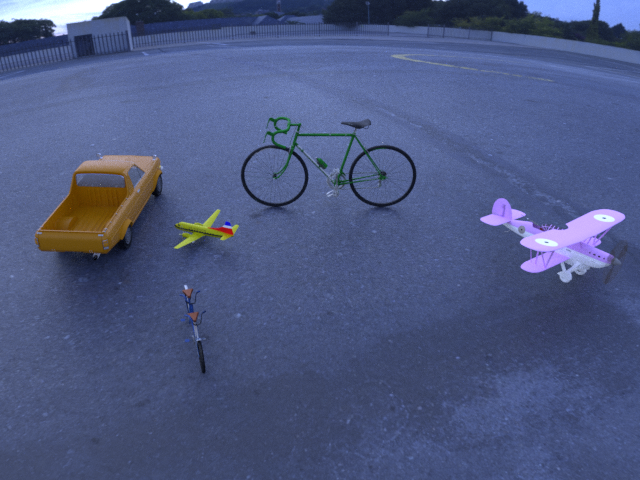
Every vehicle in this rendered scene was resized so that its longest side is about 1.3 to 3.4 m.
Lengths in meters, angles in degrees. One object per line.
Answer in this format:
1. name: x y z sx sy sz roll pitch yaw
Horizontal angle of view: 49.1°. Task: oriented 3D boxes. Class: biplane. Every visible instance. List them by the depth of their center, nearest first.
1. biplane: 3.454 -0.038 10.365 2.598 0.981 2.120 -25 39 -36

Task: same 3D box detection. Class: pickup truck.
1. pickup truck: -3.535 -0.720 11.524 1.244 0.993 3.117 2 30 3

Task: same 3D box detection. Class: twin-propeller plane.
1. twin-propeller plane: -1.868 -0.197 11.207 1.095 0.407 1.370 11 32 19

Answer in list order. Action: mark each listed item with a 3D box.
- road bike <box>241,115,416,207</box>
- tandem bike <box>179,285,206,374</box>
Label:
1. road bike: 0.147 -1.300 11.861 3.004 1.656 0.697 0 30 0
2. tandem bike: -1.608 0.994 8.889 0.283 0.682 1.642 -9 31 -14
